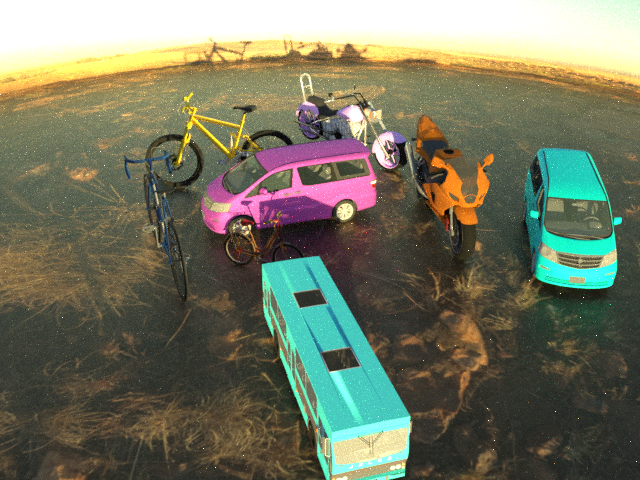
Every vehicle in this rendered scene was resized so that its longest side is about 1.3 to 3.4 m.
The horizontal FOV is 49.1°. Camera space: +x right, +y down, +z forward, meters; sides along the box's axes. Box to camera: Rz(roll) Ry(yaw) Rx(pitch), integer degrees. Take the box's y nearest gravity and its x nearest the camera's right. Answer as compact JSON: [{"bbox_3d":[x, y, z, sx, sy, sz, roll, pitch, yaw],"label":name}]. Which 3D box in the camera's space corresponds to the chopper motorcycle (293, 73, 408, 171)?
[{"bbox_3d":[0.619,-2.482,14.616,3.040,1.480,0.906,26,38,38],"label":"chopper motorcycle"}]

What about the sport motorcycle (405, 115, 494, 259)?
[{"bbox_3d":[2.076,-0.949,11.687,0.983,1.596,2.955,-4,29,-7],"label":"sport motorcycle"}]

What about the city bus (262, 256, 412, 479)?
[{"bbox_3d":[0.048,1.384,8.149,0.926,0.894,3.255,-8,30,-14],"label":"city bus"}]

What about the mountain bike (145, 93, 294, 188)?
[{"bbox_3d":[-1.861,-1.798,13.147,2.857,1.688,1.114,-4,29,-7],"label":"mountain bike"}]

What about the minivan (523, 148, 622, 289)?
[{"bbox_3d":[3.938,-0.411,11.120,1.324,1.197,3.011,5,29,9],"label":"minivan"}]

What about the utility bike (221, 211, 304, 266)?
[{"bbox_3d":[-0.860,0.016,10.599,1.435,0.946,0.535,11,31,20],"label":"utility bike"}]

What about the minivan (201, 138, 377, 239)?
[{"bbox_3d":[-0.550,-0.946,12.099,3.011,1.197,1.324,-10,30,-17],"label":"minivan"}]

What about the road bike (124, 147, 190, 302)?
[{"bbox_3d":[-2.364,-0.326,10.485,0.696,1.656,3.004,-11,31,-20],"label":"road bike"}]
